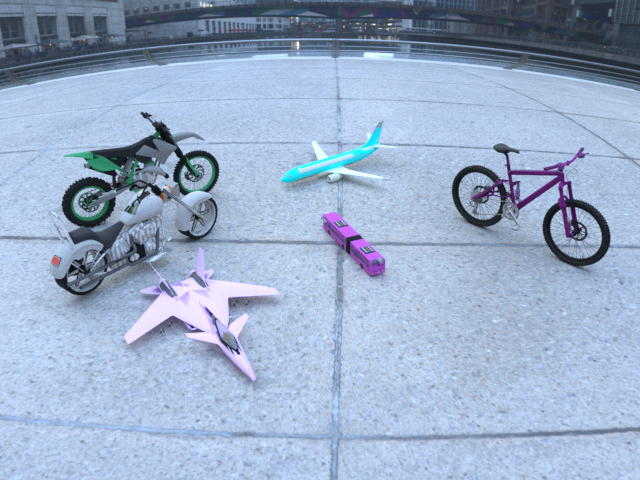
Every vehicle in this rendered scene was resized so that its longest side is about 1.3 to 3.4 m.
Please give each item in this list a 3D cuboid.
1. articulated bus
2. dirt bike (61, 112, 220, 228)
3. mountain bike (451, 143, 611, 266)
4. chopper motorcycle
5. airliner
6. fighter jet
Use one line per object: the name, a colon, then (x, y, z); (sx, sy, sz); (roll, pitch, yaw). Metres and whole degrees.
articulated bus: (0.520, 0.036, 11.330); (0.311, 0.289, 1.749); (-13, 32, -22)
dirt bike: (-3.096, -1.252, 12.188); (2.903, 1.666, 1.024); (-19, 35, -29)
mountain bike: (3.313, -0.683, 11.177); (1.114, 1.688, 2.857); (-26, 39, -37)
chopper motorcycle: (-2.754, -0.269, 10.667); (0.906, 1.480, 3.040); (22, 36, 33)
airliner: (0.289, -1.702, 13.804); (2.541, 0.835, 2.257); (-20, 35, -30)
fighter jet: (-1.467, 0.992, 9.400); (2.229, 0.557, 2.640); (-17, 34, -26)
